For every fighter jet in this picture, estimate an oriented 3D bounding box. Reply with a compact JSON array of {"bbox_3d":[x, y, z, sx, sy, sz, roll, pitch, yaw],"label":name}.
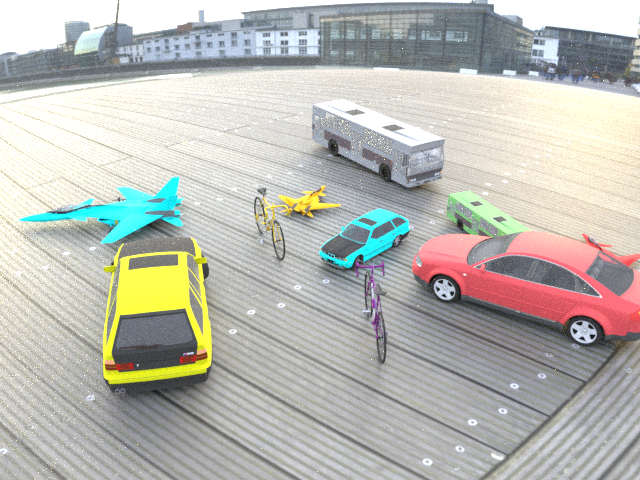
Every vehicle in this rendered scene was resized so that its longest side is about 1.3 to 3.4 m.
[{"bbox_3d":[-3.575,-0.558,11.424,2.640,0.557,2.229,-4,27,-8],"label":"fighter jet"},{"bbox_3d":[-0.149,-0.790,12.189,1.147,0.286,1.358,10,28,19],"label":"fighter jet"},{"bbox_3d":[4.153,0.121,10.368,1.147,0.286,1.358,-1,27,-2],"label":"fighter jet"}]

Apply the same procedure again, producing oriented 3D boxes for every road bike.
[{"bbox_3d":[0.657,0.793,8.391,0.358,0.852,1.545,-2,27,-4],"label":"road bike"},{"bbox_3d":[-0.779,-0.304,10.586,0.358,0.852,1.545,-10,28,-19],"label":"road bike"}]

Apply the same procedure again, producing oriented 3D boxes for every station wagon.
[{"bbox_3d":[0.681,-0.058,10.516,0.682,0.473,1.597,22,34,37],"label":"station wagon"},{"bbox_3d":[-2.005,0.628,8.644,1.327,0.920,3.105,-5,27,-10],"label":"station wagon"}]

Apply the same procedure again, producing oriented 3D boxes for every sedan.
[{"bbox_3d":[2.706,0.422,9.035,3.137,0.940,1.235,16,31,29],"label":"sedan"}]

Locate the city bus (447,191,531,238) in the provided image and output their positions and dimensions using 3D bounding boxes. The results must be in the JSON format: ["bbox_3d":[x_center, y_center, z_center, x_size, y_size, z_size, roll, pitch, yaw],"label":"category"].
[{"bbox_3d":[2.590,-0.235,10.884,0.476,0.460,1.674,-10,28,-20],"label":"city bus"}]

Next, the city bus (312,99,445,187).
[{"bbox_3d":[1.045,-1.929,13.787,0.926,0.894,3.255,-16,31,-29],"label":"city bus"}]
